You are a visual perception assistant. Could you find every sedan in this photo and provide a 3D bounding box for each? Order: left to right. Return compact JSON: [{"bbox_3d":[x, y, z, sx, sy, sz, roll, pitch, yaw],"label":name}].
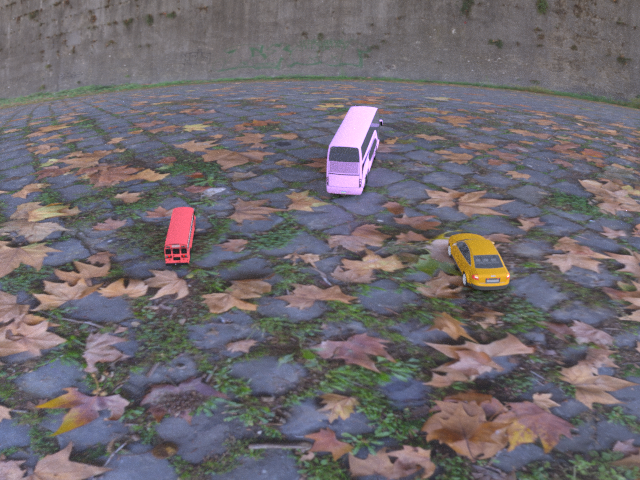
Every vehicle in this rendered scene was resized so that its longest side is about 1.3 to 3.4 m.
[{"bbox_3d":[2.317,0.231,10.324,0.635,0.483,1.613,-2,25,-4],"label":"sedan"}]

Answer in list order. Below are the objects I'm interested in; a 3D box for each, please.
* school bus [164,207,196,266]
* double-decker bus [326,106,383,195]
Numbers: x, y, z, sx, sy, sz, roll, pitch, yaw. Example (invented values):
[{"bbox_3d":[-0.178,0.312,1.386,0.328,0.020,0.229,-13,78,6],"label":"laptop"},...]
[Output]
[{"bbox_3d":[-2.197,-0.105,11.090,0.365,0.434,1.708,-2,26,-5],"label":"school bus"},{"bbox_3d":[0.723,-1.880,14.106,0.756,1.052,3.251,5,26,9],"label":"double-decker bus"}]
